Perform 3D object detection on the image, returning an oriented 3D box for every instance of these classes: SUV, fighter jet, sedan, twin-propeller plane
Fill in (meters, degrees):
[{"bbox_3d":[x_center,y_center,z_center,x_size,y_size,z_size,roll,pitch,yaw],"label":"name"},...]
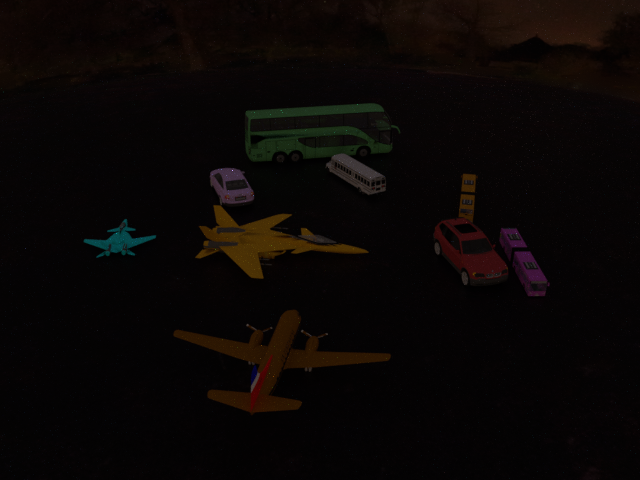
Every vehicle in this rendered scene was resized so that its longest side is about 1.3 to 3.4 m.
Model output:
[{"bbox_3d":[2.268,0.149,10.641,0.656,0.580,1.572,-7,28,-14],"label":"SUV"},{"bbox_3d":[-0.542,-0.054,11.066,2.640,0.557,2.229,4,27,8],"label":"fighter jet"},{"bbox_3d":[-3.284,-0.133,11.516,1.147,0.286,1.358,-3,27,-6],"label":"fighter jet"},{"bbox_3d":[-1.671,-1.070,13.136,0.635,0.483,1.613,-9,28,-17],"label":"sedan"},{"bbox_3d":[-0.521,1.284,8.187,2.663,0.792,2.129,5,27,10],"label":"twin-propeller plane"}]

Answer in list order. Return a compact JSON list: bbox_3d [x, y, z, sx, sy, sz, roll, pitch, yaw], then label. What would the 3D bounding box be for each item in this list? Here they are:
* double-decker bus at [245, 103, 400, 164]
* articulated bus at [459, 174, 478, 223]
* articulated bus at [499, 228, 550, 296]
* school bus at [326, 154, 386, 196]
[{"bbox_3d":[0.036,-2.275,14.870,3.251,1.052,0.756,-5,28,-10],"label":"double-decker bus"},{"bbox_3d":[2.690,-0.770,12.761,0.311,0.289,1.749,6,28,11],"label":"articulated bus"},{"bbox_3d":[3.070,0.305,10.657,0.311,0.289,1.749,0,27,-1],"label":"articulated bus"},{"bbox_3d":[0.658,-1.298,13.636,0.365,0.434,1.708,-15,31,-26],"label":"school bus"}]
